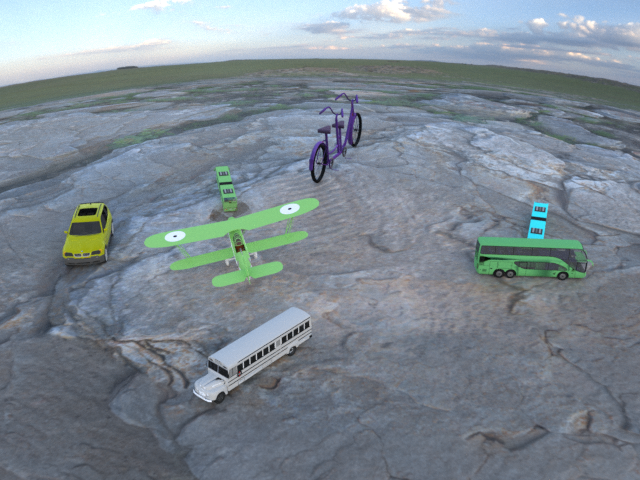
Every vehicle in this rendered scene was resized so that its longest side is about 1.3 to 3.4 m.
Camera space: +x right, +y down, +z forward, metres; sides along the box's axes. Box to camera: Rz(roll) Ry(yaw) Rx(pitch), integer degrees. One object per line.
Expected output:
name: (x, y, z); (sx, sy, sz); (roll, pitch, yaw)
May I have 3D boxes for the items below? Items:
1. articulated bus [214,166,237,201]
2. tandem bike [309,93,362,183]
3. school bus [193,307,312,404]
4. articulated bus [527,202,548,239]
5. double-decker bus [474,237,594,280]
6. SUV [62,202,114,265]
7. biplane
articulated bus: (-1.777, -0.986, 13.241); (0.311, 0.289, 1.749); (-5, 27, -11)
tandem bike: (0.372, -2.217, 14.584); (0.550, 1.326, 3.192); (9, 28, 18)
school bus: (-0.777, 1.344, 8.298); (0.365, 0.434, 1.708); (20, 33, 35)
articulated bus: (3.604, -0.196, 11.622); (0.311, 0.289, 1.749); (9, 27, 17)
double-decker bus: (3.151, 0.265, 10.388); (1.672, 0.541, 0.389); (2, 26, 4)
SUV: (-3.683, -0.122, 11.138); (0.656, 0.580, 1.572); (-4, 26, -8)
biplane: (-1.210, 0.124, 10.176); (2.598, 0.981, 2.120); (-6, 27, -12)
